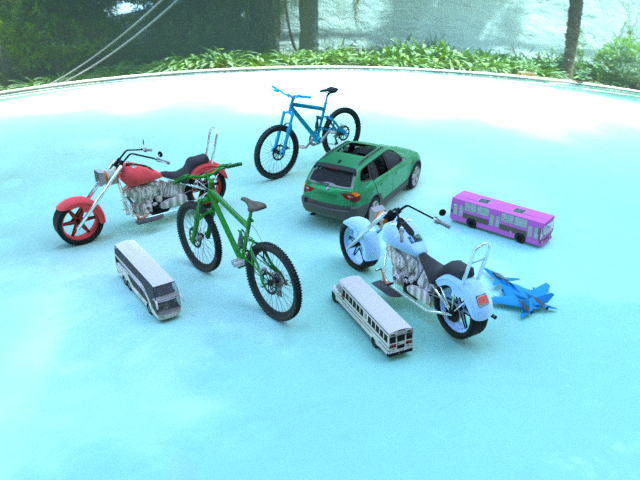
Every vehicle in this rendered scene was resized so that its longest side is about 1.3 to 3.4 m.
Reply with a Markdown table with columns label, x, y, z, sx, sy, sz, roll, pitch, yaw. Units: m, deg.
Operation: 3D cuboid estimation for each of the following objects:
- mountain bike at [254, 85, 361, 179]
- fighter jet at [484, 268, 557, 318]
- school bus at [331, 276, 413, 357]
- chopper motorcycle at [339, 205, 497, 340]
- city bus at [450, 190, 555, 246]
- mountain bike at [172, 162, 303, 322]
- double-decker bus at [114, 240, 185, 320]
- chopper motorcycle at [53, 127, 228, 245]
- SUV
| label | x | y | z | sx | sy | sz | roll | pitch | yaw |
| --- | --- | --- | --- | --- | --- | --- | --- | --- | --- |
| mountain bike | -0.196 | -2.255 | 14.073 | 2.857 | 1.688 | 1.114 | -23 | 34 | -37 |
| fighter jet | 2.703 | 0.620 | 9.899 | 1.147 | 0.286 | 1.358 | -10 | 28 | -19 |
| school bus | 0.630 | 0.919 | 9.136 | 0.365 | 0.434 | 1.708 | -11 | 29 | -22 |
| chopper motorcycle | 1.193 | 0.171 | 9.462 | 0.906 | 1.480 | 3.040 | -15 | 30 | -28 |
| city bus | 3.005 | -0.356 | 11.652 | 1.674 | 0.460 | 0.476 | 21 | 33 | 35 |
| mountain bike | -1.197 | -0.021 | 9.612 | 1.114 | 1.688 | 2.857 | -22 | 34 | -36 |
| double-decker bus | -2.412 | 0.550 | 9.752 | 0.389 | 0.541 | 1.672 | -17 | 31 | -30 |
| chopper motorcycle | -2.934 | -0.925 | 11.651 | 3.040 | 1.480 | 0.906 | -17 | 31 | -31 |
| SUV | 0.826 | -1.245 | 12.682 | 1.276 | 1.128 | 3.058 | 14 | 30 | 26 |
